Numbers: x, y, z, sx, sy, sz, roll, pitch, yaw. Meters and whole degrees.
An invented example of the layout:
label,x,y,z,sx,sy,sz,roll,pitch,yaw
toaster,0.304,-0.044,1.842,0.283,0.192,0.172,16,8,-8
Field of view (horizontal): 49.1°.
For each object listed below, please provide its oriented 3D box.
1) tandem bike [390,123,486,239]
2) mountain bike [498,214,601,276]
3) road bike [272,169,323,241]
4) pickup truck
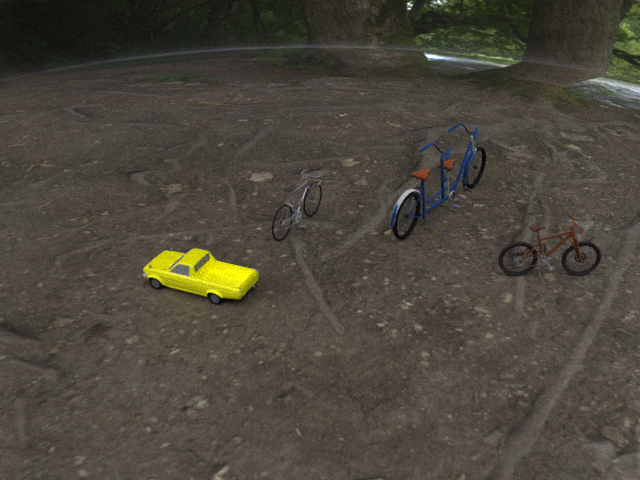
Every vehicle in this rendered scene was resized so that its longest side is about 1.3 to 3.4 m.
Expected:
label,x,y,z,sx,sy,sz,roll,pitch,yaw
tandem bike,2.048,-1.064,11.625,0.550,1.326,3.192,21,36,32
mountain bike,3.296,0.138,9.971,1.469,0.868,0.573,0,30,-1
road bike,-0.354,-0.584,11.261,0.358,0.852,1.545,16,33,25
pickup truck,-1.674,0.451,9.783,1.603,0.511,0.640,12,32,20
